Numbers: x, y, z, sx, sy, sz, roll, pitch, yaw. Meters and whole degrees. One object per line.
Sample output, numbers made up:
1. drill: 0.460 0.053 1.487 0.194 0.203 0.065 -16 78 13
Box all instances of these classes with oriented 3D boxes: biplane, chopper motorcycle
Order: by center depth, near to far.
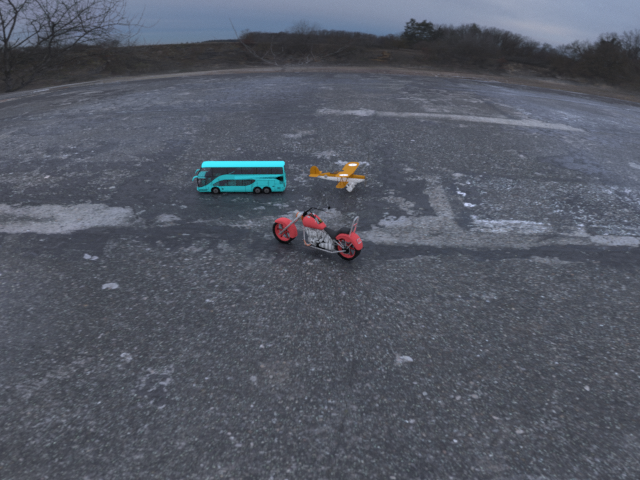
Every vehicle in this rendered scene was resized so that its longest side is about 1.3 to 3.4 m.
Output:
1. chopper motorcycle: -0.056 -0.166 10.555 1.563 0.761 0.466 16 31 29
2. biplane: 0.349 -1.169 12.805 1.090 0.504 1.336 6 28 12

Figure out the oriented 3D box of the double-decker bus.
1. double-decker bus: -1.453 -1.144 12.717 1.672 0.541 0.389 0 27 0
